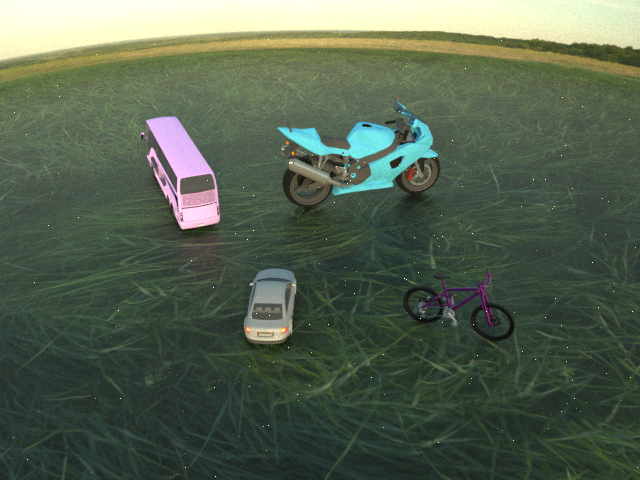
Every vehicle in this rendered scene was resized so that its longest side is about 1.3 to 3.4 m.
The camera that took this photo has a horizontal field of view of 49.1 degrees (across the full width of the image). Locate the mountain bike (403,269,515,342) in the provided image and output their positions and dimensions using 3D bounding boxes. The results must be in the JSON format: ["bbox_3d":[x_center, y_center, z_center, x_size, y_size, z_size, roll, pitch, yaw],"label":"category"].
[{"bbox_3d":[1.780,0.817,8.976,1.469,0.868,0.573,13,32,21],"label":"mountain bike"}]

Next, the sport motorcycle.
[{"bbox_3d":[0.732,-1.417,12.131,2.955,1.596,0.983,-7,31,-13],"label":"sport motorcycle"}]

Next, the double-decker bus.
[{"bbox_3d":[-2.534,-1.302,12.477,0.756,1.052,3.251,-11,32,-19],"label":"double-decker bus"}]

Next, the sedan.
[{"bbox_3d":[-0.649,0.797,9.396,0.635,0.483,1.613,1,30,2],"label":"sedan"}]
